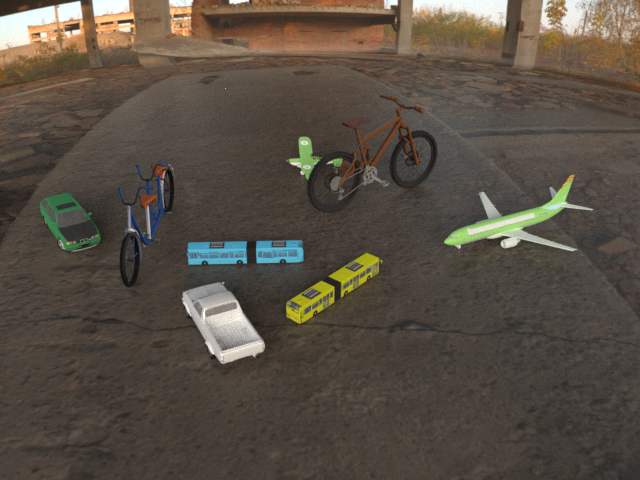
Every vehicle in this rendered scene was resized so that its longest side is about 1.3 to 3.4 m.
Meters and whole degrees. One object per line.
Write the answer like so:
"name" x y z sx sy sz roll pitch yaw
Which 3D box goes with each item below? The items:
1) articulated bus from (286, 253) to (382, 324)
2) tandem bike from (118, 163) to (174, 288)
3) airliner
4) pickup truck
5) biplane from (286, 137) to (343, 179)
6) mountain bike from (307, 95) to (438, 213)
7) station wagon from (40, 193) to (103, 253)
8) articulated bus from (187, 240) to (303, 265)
"articulated bus" 0.219 0.648 9.745 0.311 0.289 1.749 23 36 35
"tandem bike" -2.639 -0.535 10.810 0.550 1.326 3.192 1 29 2
"airliner" 3.054 -0.440 11.144 2.541 0.835 2.257 -13 32 -23
"pickup truck" -1.259 0.993 8.894 0.640 0.511 1.603 -14 32 -23
"biplane" -0.103 -1.510 13.413 1.090 0.504 1.336 -2 29 -4
"mountain bike" 0.981 -1.480 12.139 2.857 1.688 1.114 -18 34 -30
"station wagon" -4.053 -0.330 11.318 0.682 0.473 1.597 -18 34 -29
"articulated bus" -1.128 0.188 10.574 1.749 0.289 0.311 -1 29 -2
